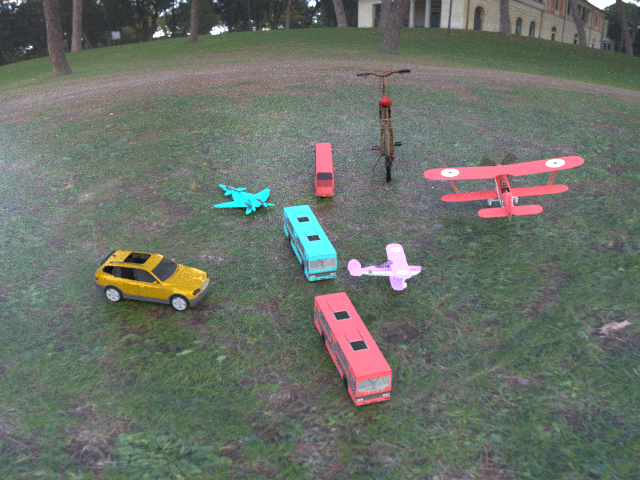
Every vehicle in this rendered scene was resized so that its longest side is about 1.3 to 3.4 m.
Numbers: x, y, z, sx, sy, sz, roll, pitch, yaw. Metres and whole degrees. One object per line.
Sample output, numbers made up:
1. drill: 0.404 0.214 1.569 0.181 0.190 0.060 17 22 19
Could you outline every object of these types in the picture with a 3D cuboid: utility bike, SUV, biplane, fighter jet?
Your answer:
1. utility bike: 1.200 -2.316 13.560 1.039 1.839 2.791 2 28 3
2. SUV: -2.301 0.509 9.607 1.572 0.580 0.656 6 29 11
3. biplane: 0.936 0.410 9.873 1.090 0.504 1.336 0 28 0
4. biplane: 3.034 -0.826 11.682 2.598 0.981 2.120 4 28 7
5. fighter jet: -1.442 -0.853 12.470 1.147 0.286 1.358 -21 35 -34

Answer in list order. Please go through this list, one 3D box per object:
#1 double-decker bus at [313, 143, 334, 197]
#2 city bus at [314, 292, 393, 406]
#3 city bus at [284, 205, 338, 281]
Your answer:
1. double-decker bus: 0.072 -1.344 13.118 0.389 0.541 1.672 0 28 -1
2. city bus: 0.353 1.262 8.324 0.476 0.460 1.674 -8 29 -14
3. city bus: -0.174 0.034 10.625 0.476 0.460 1.674 -7 29 -13
